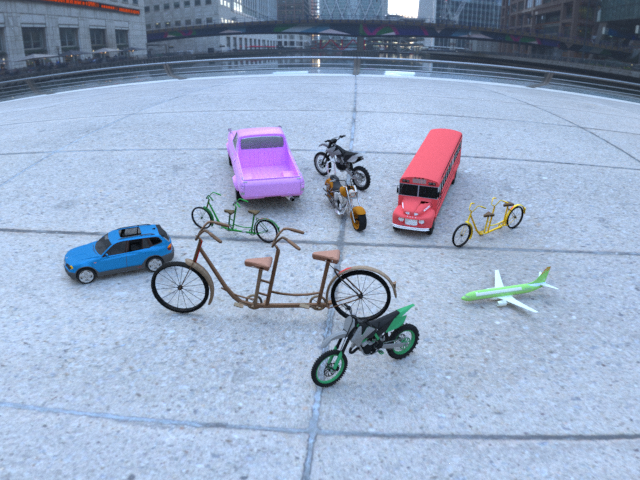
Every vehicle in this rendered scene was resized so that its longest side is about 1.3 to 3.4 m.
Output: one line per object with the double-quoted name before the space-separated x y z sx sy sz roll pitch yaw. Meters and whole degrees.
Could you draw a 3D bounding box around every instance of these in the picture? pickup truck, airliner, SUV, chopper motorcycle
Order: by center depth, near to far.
"airliner" 2.538 0.616 9.514 1.307 0.429 1.161 -6 27 -12
"SUV" -2.941 0.160 10.255 1.572 0.580 0.656 -10 28 -19
"chopper motorcycle" 0.428 -0.760 11.886 0.466 0.761 1.563 -9 28 -18
"pickup truck" -1.089 -1.553 13.206 1.244 0.993 3.117 -5 27 -10

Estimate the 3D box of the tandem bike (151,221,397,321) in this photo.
"tandem bike" -0.615 0.430 8.886 3.192 1.326 0.550 2 27 4

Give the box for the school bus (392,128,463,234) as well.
"school bus" 1.959 -1.108 12.485 0.709 0.844 3.322 8 28 16

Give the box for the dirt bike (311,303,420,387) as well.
"dirt bike" 0.547 1.151 7.972 1.493 0.857 0.527 -15 30 -28

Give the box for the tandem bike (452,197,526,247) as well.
"tandem bike" 2.725 -0.352 11.160 1.642 0.682 0.283 -17 31 -30

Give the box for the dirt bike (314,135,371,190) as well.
"dirt bike" 0.398 -1.488 13.227 0.527 0.857 1.493 -23 35 -38

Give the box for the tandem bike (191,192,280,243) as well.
"tandem bike" -1.376 -0.371 11.198 1.642 0.682 0.283 11 29 21
